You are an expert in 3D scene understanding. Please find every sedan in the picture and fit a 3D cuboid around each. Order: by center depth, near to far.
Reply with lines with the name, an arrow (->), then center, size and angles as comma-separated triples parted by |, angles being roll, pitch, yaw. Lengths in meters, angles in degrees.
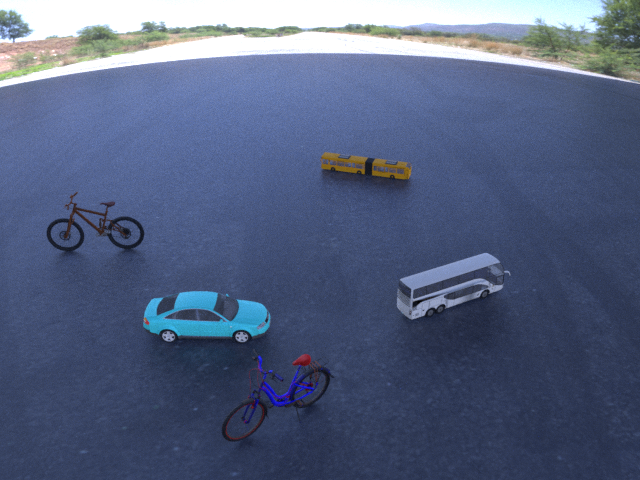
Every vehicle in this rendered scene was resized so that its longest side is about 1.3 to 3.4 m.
sedan -> -1.445, 0.950, 8.967 | 1.613, 0.483, 0.635 | 1, 29, 1

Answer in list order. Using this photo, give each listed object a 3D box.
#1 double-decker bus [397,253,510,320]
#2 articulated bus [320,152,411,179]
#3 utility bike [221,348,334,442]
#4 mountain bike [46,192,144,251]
double-decker bus -> 1.817, 0.608, 9.519 | 1.672, 0.541, 0.389 | -15, 32, -25
articulated bus -> 0.864, -1.420, 13.399 | 1.749, 0.289, 0.311 | 9, 31, 16
utility bike -> -0.390, 1.585, 7.359 | 1.435, 0.946, 0.535 | -20, 35, -31
mountain bike -> -3.445, -0.230, 10.680 | 1.469, 0.868, 0.573 | -2, 29, -4
